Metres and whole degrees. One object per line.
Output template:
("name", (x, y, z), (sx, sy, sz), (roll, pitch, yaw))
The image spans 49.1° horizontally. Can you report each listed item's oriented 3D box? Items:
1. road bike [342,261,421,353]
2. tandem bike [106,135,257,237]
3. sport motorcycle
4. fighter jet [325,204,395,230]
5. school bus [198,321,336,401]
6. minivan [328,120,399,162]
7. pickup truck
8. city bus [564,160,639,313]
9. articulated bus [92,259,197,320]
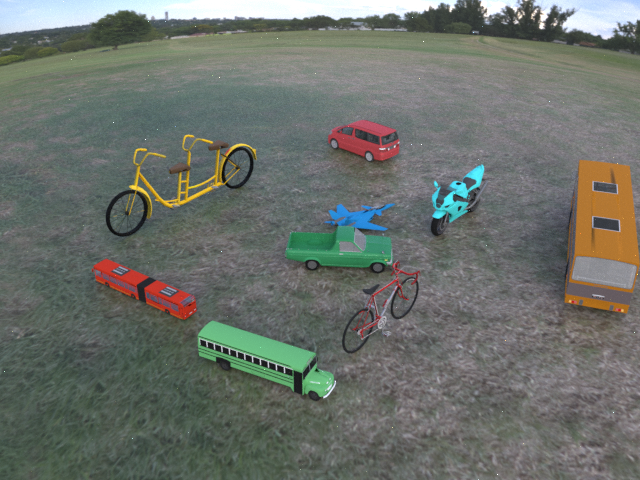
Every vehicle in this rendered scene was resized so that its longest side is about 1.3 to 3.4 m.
("road bike", (0.789, 0.825, 8.777), (0.358, 0.852, 1.545), (25, 38, 36))
("tandem bike", (-2.224, -1.100, 11.647), (0.550, 1.326, 3.192), (24, 37, 35))
("sport motorcycle", (2.240, -0.652, 11.375), (0.506, 0.821, 1.520), (22, 36, 33))
("fighter jet", (0.771, -0.479, 11.609), (1.358, 0.286, 1.147), (-23, 37, -34))
("school bus", (-0.630, 1.400, 8.194), (1.708, 0.434, 0.365), (14, 33, 23))
("minivan", (0.849, -2.051, 14.013), (1.548, 0.616, 0.681), (26, 39, 37))
("pickup truck", (0.293, 0.099, 10.380), (1.603, 0.511, 0.640), (2, 30, 4))
("city bus", (4.152, -0.132, 10.396), (0.926, 0.894, 3.255), (10, 31, 16))
("articulated bus", (-2.432, 0.661, 9.626), (1.749, 0.289, 0.311), (18, 35, 29))
